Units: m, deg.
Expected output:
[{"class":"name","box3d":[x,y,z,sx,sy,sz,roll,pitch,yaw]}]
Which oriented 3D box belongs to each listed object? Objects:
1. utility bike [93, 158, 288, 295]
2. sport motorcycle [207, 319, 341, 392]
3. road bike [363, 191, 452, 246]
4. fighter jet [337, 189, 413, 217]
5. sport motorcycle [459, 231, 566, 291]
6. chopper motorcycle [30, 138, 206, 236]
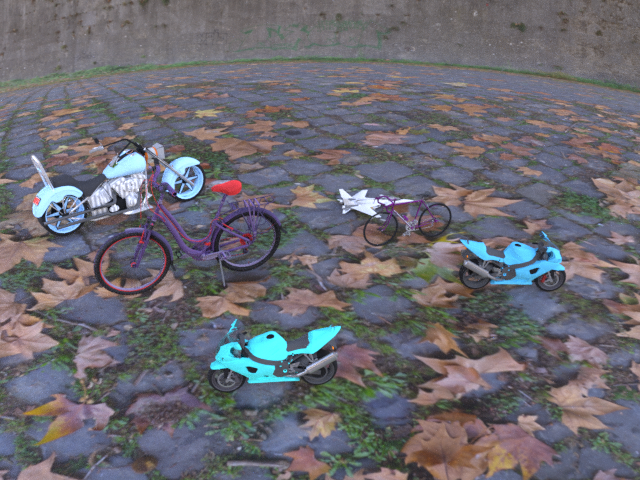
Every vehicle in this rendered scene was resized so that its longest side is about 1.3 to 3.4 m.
[{"class":"utility bike","box3d":[-1.715,-0.149,9.620,2.791,1.839,1.039,-12,30,-21]},{"class":"sport motorcycle","box3d":[-0.519,1.338,7.916,1.520,0.821,0.506,-4,28,-7]},{"class":"road bike","box3d":[1.400,-0.356,11.054,1.545,0.852,0.358,-9,30,-17]},{"class":"fighter jet","box3d":[1.016,-0.722,12.340,1.358,0.286,1.147,-4,28,-7]},{"class":"sport motorcycle","box3d":[2.693,0.339,9.786,1.520,0.821,0.506,2,28,3]},{"class":"chopper motorcycle","box3d":[-3.286,-1.039,11.668,3.040,1.480,0.906,-22,35,-35]}]
